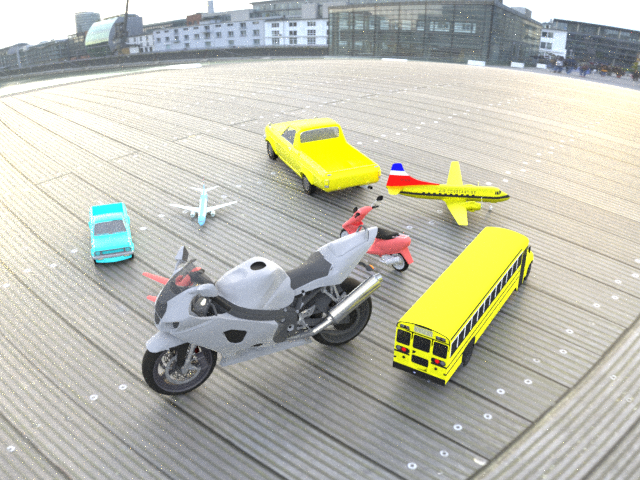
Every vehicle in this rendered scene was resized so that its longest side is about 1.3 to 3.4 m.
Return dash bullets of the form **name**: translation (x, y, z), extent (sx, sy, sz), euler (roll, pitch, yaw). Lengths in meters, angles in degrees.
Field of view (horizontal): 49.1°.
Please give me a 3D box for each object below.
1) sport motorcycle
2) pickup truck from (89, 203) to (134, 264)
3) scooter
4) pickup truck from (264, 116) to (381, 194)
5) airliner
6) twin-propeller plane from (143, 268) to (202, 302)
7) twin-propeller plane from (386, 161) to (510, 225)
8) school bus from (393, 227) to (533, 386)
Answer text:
- **sport motorcycle**: translation (-0.627, 0.790, 8.047), extent (2.955, 1.596, 0.983), euler (-14, 31, -24)
- **pickup truck**: translation (-3.296, -0.179, 10.990), extent (0.640, 0.511, 1.603), euler (-9, 29, -16)
- **scooter**: translation (0.824, -0.110, 10.432), extent (1.399, 0.919, 0.662), euler (25, 37, 38)
- **pickup truck**: translation (-0.040, -1.729, 13.357), extent (1.244, 0.993, 3.117), euler (-12, 31, -21)
- **airliner**: translation (-2.005, -0.657, 11.962), extent (1.161, 0.429, 1.307), euler (-3, 28, -5)
- **twin-propeller plane**: translation (-1.900, 0.596, 9.660), extent (1.370, 0.407, 1.095), euler (9, 30, 17)
- **twin-propeller plane**: translation (2.208, -0.916, 12.062), extent (2.129, 0.792, 2.663), euler (3, 28, 6)
- **school bus**: translation (2.000, 0.664, 9.075), extent (0.709, 0.844, 3.322), euler (17, 33, 28)
